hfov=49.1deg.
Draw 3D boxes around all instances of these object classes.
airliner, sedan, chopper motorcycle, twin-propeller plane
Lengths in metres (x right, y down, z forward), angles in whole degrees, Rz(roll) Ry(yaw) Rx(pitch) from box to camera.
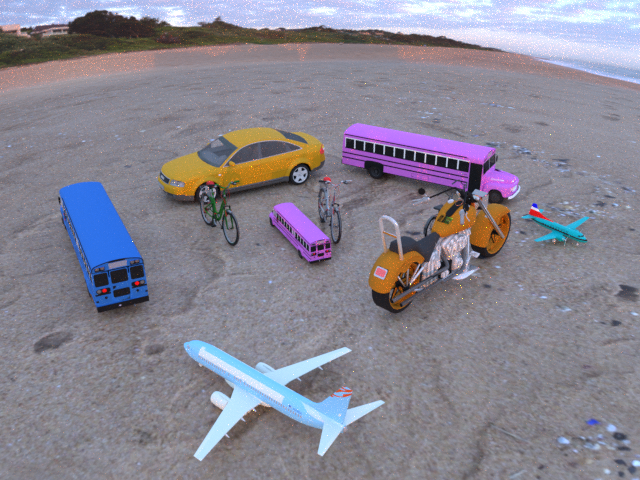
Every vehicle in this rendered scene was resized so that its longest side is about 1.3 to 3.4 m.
[{"bbox_3d":[-0.627,1.393,7.370,2.541,0.835,2.257,22,34,35],"label":"airliner"},{"bbox_3d":[-1.405,-1.467,12.760,3.137,0.940,1.235,-14,31,-26],"label":"sedan"},{"bbox_3d":[1.750,-0.073,9.492,0.906,1.480,3.040,24,36,38],"label":"chopper motorcycle"},{"bbox_3d":[3.724,-0.239,10.974,1.370,0.407,1.095,-20,33,-33],"label":"twin-propeller plane"}]

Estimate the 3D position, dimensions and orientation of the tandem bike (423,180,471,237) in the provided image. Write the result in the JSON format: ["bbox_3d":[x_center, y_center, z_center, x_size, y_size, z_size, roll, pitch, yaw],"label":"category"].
[{"bbox_3d":[2.074,-0.511,11.200,0.283,0.682,1.642,19,33,32],"label":"tandem bike"}]

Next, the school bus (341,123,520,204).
[{"bbox_3d":[1.998,-1.428,12.789,3.322,0.844,0.709,15,31,27],"label":"school bus"}]

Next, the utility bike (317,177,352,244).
[{"bbox_3d":[0.196,-0.593,11.072,0.535,0.946,1.435,-6,28,-12],"label":"utility bike"}]

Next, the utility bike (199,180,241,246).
[{"bbox_3d":[-1.560,-0.541,10.971,0.535,0.946,1.435,-16,32,-29],"label":"utility bike"}]

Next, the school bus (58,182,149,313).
[{"bbox_3d":[-3.231,-0.058,10.152,0.709,0.844,3.322,-13,30,-23],"label":"school bus"}]

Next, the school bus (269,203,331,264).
[{"bbox_3d":[-0.346,-0.158,10.789,0.365,0.434,1.708,-12,30,-22],"label":"school bus"}]
